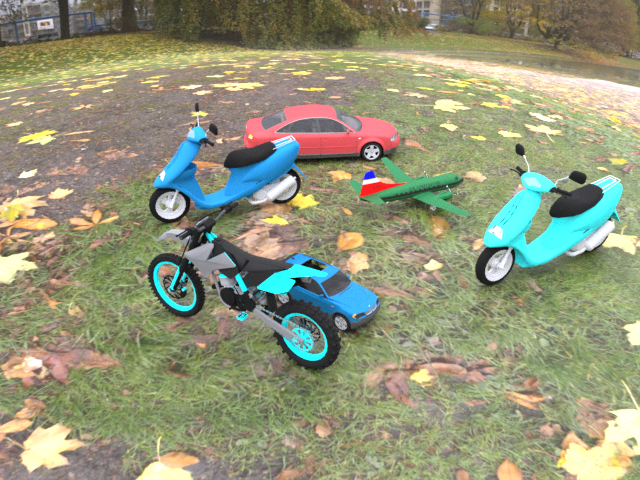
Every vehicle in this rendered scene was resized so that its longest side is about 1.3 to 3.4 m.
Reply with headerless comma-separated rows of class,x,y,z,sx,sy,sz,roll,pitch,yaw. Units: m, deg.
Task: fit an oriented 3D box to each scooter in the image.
scooter,-1.509,-1.266,11.527,2.721,1.786,1.288,-11,31,-19
scooter,3.357,-0.402,9.981,2.721,1.786,1.288,-15,33,-25

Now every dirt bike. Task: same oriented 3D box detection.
dirt bike,-1.023,0.531,8.435,2.903,1.666,1.024,17,33,27

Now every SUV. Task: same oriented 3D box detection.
SUV,0.053,0.646,9.342,1.572,0.580,0.656,21,35,32

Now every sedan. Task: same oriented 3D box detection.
sedan,0.045,-2.178,14.026,3.137,0.940,1.235,-3,29,-6

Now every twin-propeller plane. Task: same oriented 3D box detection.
twin-propeller plane,1.611,-0.974,12.024,2.129,0.792,2.663,-14,32,-23
